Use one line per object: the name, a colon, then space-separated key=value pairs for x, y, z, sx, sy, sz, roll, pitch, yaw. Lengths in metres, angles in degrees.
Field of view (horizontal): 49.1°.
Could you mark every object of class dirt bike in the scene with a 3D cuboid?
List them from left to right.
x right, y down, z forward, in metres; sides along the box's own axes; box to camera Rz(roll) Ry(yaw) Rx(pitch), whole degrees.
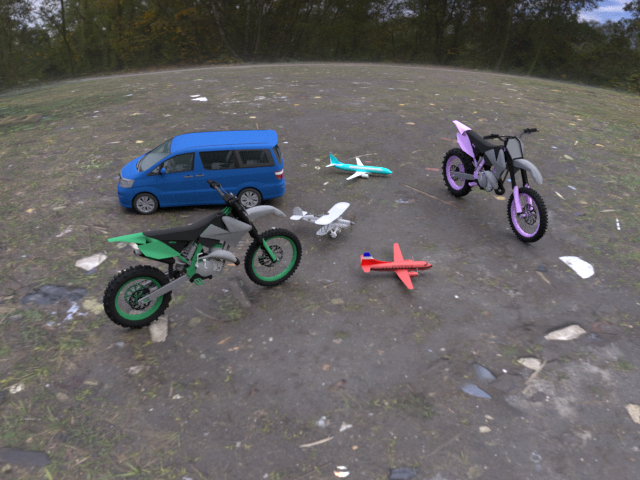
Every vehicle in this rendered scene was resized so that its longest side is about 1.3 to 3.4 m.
dirt bike: x=-1.530 y=0.166 z=9.454 sx=2.903 sy=1.666 sz=1.024 roll=-16 pitch=32 yaw=-27
dirt bike: x=2.960 y=-1.157 z=11.953 sx=1.024 sy=1.666 sz=2.903 roll=-11 pitch=30 yaw=-21

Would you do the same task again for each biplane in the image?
biplane: x=0.063 y=-0.342 z=11.655 sx=1.090 sy=0.504 sz=1.336 roll=9 pitch=29 yaw=17

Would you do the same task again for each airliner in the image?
airliner: x=0.793 y=-1.504 z=13.930 sx=1.307 sy=0.429 sz=1.161 roll=6 pitch=28 yaw=11

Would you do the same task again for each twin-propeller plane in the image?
twin-propeller plane: x=1.148 y=0.348 z=10.455 sx=1.095 sy=0.407 sz=1.370 roll=-2 pitch=28 yaw=-3

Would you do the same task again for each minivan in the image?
minivan: x=-2.156 y=-1.280 z=12.687 sx=3.011 sy=1.197 sz=1.324 roll=-3 pitch=28 yaw=-6
